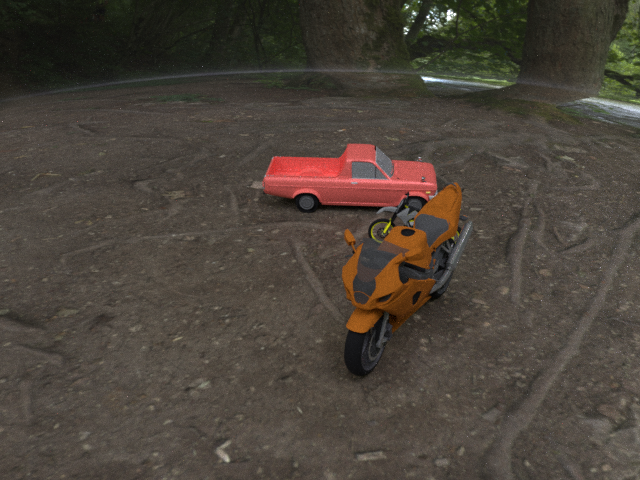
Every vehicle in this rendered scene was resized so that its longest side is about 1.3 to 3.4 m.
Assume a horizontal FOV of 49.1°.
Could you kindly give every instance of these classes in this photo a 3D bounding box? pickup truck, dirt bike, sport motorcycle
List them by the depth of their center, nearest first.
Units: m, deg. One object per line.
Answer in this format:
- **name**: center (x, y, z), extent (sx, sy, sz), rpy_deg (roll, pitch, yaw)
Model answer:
- **sport motorcycle**: center (1.086, 0.411, 8.683), extent (0.983, 1.596, 2.955), rpy_deg (15, 30, 28)
- **dirt bike**: center (1.495, -0.255, 10.862), extent (1.493, 0.857, 0.527), rpy_deg (4, 27, 7)
- **pickup truck**: center (0.561, -1.146, 12.509), extent (3.117, 0.993, 1.244), rpy_deg (2, 26, 4)
